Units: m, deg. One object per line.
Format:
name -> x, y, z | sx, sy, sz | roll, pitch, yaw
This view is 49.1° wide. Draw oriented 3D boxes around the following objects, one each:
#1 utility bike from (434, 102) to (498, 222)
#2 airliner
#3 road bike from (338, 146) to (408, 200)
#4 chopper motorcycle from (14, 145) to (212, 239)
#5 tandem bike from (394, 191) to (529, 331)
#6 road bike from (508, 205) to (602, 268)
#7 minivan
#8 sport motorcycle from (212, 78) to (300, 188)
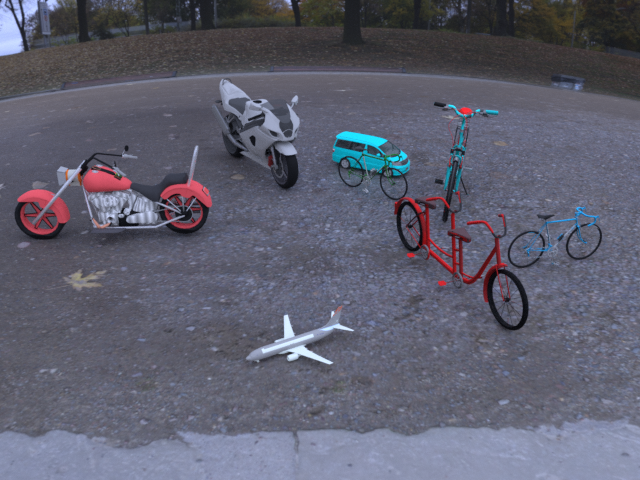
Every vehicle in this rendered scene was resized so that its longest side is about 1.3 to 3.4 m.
utility bike -> 2.451, -1.525, 12.038 | 1.039, 1.839, 2.791 | 6, 27, 12
airliner -> -0.280, 1.120, 8.269 | 1.307, 0.429, 1.161 | -14, 29, -26
road bike -> 0.934, -1.238, 12.572 | 1.545, 0.852, 0.358 | 20, 33, 35
chopper motorcycle -> -3.217, -0.735, 10.843 | 3.040, 1.480, 0.906 | -1, 26, -2
tandem bike -> 1.823, 0.007, 9.512 | 0.550, 1.326, 3.192 | -11, 28, -21
road bike -> 3.429, -0.034, 10.131 | 1.545, 0.852, 0.358 | -7, 27, -14
minivan -> 1.014, -1.696, 13.767 | 1.548, 0.616, 0.681 | 15, 30, 28
sport motorcycle -> -1.212, -2.098, 13.472 | 0.983, 1.596, 2.955 | -15, 30, -28
